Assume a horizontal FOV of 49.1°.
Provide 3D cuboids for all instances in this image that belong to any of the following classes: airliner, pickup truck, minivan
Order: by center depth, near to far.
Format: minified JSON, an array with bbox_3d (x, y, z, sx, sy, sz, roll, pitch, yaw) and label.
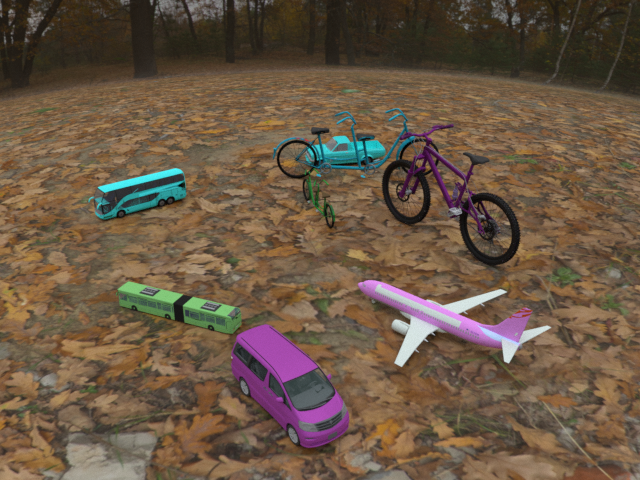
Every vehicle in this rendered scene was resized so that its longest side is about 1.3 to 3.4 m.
[{"bbox_3d":[-0.334,1.502,7.358,0.681,0.616,1.548,-18,31,-32],"label":"minivan"},{"bbox_3d":[1.436,0.773,8.593,2.541,0.835,2.257,23,34,38],"label":"airliner"},{"bbox_3d":[0.512,-1.829,14.256,1.603,0.511,0.640,-5,27,-11],"label":"pickup truck"}]

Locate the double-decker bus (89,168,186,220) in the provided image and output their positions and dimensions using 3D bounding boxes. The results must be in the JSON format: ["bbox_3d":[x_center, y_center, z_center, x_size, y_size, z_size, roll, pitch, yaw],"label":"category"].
[{"bbox_3d":[-3.125,-0.794,12.116,1.672,0.541,0.389,-19,32,-34],"label":"double-decker bus"}]

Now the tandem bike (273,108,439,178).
[{"bbox_3d":[0.696,-1.802,13.278,3.192,1.326,0.550,-1,26,-1],"label":"tandem bike"}]

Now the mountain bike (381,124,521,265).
[{"bbox_3d":[1.936,-0.744,10.714,1.114,1.688,2.857,-18,31,-32],"label":"mountain bike"}]

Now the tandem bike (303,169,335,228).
[{"bbox_3d":[-0.037,-0.758,11.882,0.283,0.682,1.642,-9,27,-17],"label":"tandem bike"}]

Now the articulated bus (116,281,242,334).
[{"bbox_3d":[-1.835,0.863,9.030,1.749,0.289,0.311,11,28,21],"label":"articulated bus"}]
